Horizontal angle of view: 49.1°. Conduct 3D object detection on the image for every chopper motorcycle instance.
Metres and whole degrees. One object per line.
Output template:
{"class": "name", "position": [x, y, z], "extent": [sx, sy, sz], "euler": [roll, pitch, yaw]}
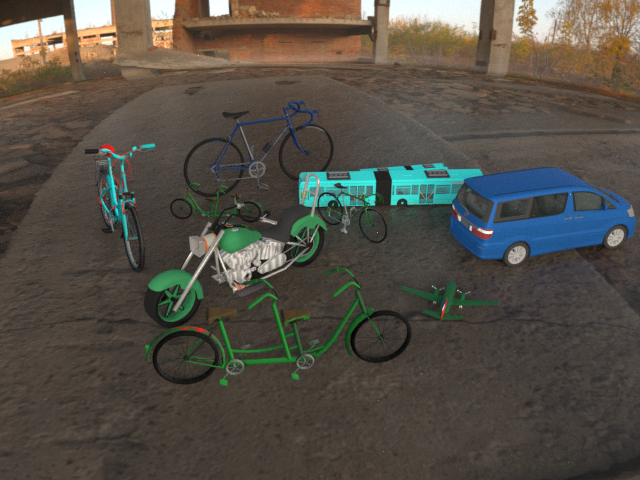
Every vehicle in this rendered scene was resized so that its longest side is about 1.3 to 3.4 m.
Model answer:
{"class": "chopper motorcycle", "position": [-1.106, 0.105, 9.840], "extent": [3.040, 1.480, 0.906], "euler": [-23, 35, -36]}

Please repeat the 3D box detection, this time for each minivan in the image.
{"class": "minivan", "position": [3.646, -0.483, 11.250], "extent": [3.011, 1.197, 1.324], "euler": [-9, 29, -16]}

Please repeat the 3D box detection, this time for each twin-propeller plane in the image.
{"class": "twin-propeller plane", "position": [1.770, 0.788, 9.697], "extent": [1.370, 0.407, 1.095], "euler": [9, 29, 16]}

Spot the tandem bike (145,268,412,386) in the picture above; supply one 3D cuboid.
{"class": "tandem bike", "position": [-0.447, 1.042, 8.240], "extent": [3.192, 1.326, 0.550], "euler": [-5, 28, -9]}

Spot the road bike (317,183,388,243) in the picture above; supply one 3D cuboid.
{"class": "road bike", "position": [0.518, -0.493, 11.636], "extent": [1.545, 0.852, 0.358], "euler": [24, 36, 37]}

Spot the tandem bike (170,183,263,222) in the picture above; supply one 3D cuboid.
{"class": "tandem bike", "position": [-1.799, -0.635, 12.084], "extent": [1.642, 0.682, 0.283], "euler": [3, 28, 5]}

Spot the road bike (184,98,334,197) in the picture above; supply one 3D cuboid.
{"class": "road bike", "position": [-1.098, -1.724, 13.097], "extent": [3.004, 1.656, 0.697], "euler": [-12, 30, -21]}

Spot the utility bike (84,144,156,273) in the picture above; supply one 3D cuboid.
{"class": "utility bike", "position": [-3.133, -0.753, 11.073], "extent": [1.039, 1.839, 2.791], "euler": [-14, 31, -25]}

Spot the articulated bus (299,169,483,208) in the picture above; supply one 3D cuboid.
{"class": "articulated bus", "position": [1.321, -0.950, 12.806], "extent": [3.401, 0.561, 0.605], "euler": [-1, 28, -3]}

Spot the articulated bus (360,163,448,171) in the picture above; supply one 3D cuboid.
{"class": "articulated bus", "position": [1.635, -1.285, 13.728], "extent": [1.749, 0.289, 0.311], "euler": [-5, 28, -10]}
